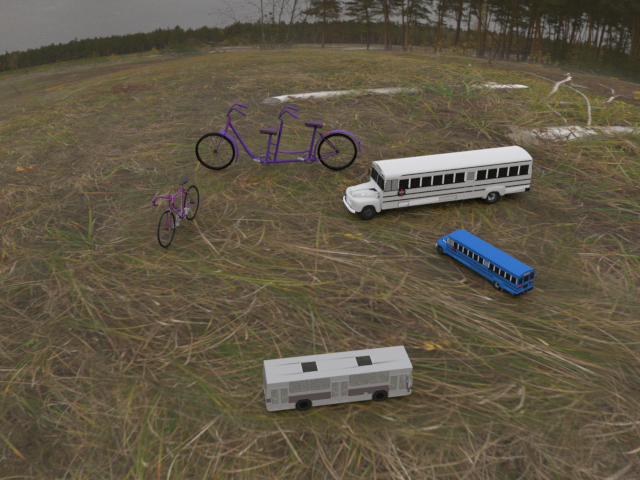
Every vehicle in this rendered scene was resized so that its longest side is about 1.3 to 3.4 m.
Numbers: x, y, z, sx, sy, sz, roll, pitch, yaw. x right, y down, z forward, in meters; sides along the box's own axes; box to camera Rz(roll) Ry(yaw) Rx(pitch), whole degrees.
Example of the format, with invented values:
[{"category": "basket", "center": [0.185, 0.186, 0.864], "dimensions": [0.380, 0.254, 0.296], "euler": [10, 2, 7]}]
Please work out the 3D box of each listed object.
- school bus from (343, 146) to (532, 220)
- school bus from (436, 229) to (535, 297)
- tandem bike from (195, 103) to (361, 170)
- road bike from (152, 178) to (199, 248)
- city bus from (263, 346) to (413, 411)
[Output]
[{"category": "school bus", "center": [2.052, -1.030, 12.243], "dimensions": [3.322, 0.844, 0.709], "euler": [-8, 31, -13]}, {"category": "school bus", "center": [2.396, 0.278, 10.366], "dimensions": [0.365, 0.434, 1.708], "euler": [-18, 34, -29]}, {"category": "tandem bike", "center": [-0.805, -1.934, 13.342], "dimensions": [3.192, 1.326, 0.550], "euler": [0, 30, 0]}, {"category": "road bike", "center": [-2.285, -0.510, 11.325], "dimensions": [0.358, 0.852, 1.545], "euler": [8, 31, 13]}, {"category": "city bus", "center": [0.198, 1.598, 8.025], "dimensions": [1.674, 0.460, 0.476], "euler": [-5, 30, -8]}]
